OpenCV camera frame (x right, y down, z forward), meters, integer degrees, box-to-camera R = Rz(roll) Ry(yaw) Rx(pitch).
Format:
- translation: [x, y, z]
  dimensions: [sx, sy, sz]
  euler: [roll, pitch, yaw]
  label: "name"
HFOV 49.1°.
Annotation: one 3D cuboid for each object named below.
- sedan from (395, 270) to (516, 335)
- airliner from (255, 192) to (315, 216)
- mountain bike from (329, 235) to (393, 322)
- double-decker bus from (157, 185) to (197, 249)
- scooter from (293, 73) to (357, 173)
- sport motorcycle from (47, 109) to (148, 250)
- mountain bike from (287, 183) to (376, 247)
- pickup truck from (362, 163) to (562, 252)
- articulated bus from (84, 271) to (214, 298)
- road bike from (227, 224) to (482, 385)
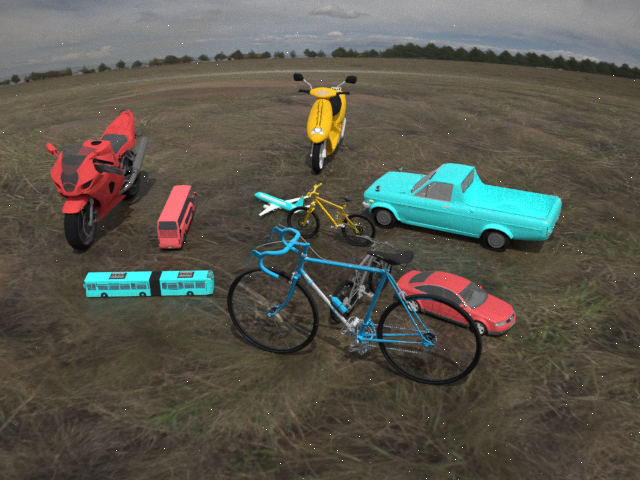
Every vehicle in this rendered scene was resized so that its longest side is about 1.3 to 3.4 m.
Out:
- translation: [1.760, 0.756, 9.141]
  dimensions: [1.613, 0.483, 0.635]
  euler: [18, 31, 32]
  label: "sedan"
- translation: [-0.716, -0.733, 12.237]
  dimensions: [1.307, 0.429, 1.161]
  euler: [23, 35, 39]
  label: "airliner"
- translation: [0.570, 0.487, 9.252]
  dimensions: [0.573, 0.868, 1.469]
  euler: [18, 31, 32]
  label: "mountain bike"
- translation: [-2.330, -0.413, 11.459]
  dimensions: [0.389, 0.541, 1.672]
  euler: [0, 26, -1]
  label: "double-decker bus"
- translation: [0.150, -2.608, 14.520]
  dimensions: [1.288, 1.786, 2.721]
  euler: [5, 27, 10]
  label: "scooter"
- translation: [-3.595, -1.064, 11.587]
  dimensions: [0.983, 1.596, 2.955]
  euler: [2, 26, 5]
  label: "sport motorcycle"
- translation: [0.171, -0.359, 10.977]
  dimensions: [1.469, 0.868, 0.573]
  euler: [8, 27, 16]
  label: "mountain bike"
- translation: [2.284, -0.644, 11.417]
  dimensions: [3.117, 0.993, 1.244]
  euler: [12, 29, 24]
  label: "pickup truck"
- translation: [-2.355, 0.604, 9.672]
  dimensions: [1.749, 0.289, 0.311]
  euler: [-1, 26, -2]
  label: "articulated bus"
- translation: [0.314, 0.746, 7.831]
  dimensions: [3.004, 1.656, 0.697]
  euler: [9, 27, 17]
  label: "road bike"
